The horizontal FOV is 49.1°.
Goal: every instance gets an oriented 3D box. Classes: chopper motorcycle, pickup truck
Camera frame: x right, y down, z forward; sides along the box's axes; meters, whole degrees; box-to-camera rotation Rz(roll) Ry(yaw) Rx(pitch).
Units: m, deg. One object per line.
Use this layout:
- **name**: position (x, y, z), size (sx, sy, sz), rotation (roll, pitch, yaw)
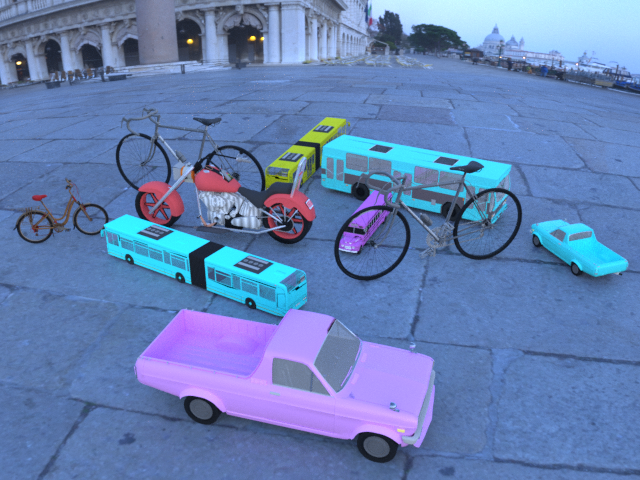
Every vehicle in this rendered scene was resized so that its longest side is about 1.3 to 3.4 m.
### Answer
- **chopper motorcycle**: position (-1.538, -0.733, 10.980), size (3.040, 1.480, 0.906), rotation (8, 28, 15)
- **pickup truck**: position (-0.348, 1.341, 7.413), size (3.117, 0.993, 1.244), rotation (8, 28, 15)
- **pickup truck**: position (3.836, 0.069, 10.466), size (0.640, 0.511, 1.603), rotation (-9, 28, -17)

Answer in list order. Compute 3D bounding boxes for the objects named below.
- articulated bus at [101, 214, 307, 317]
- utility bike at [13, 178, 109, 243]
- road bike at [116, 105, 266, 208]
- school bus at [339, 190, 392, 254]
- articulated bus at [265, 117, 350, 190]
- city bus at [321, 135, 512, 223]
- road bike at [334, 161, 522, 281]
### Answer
- **articulated bus**: position (-1.719, 0.312, 9.930), size (3.401, 0.561, 0.605), rotation (16, 31, 29)
- **utility bike**: position (-4.109, -0.465, 11.042), size (1.435, 0.946, 0.535), rotation (-9, 28, -17)
- **road bike**: position (-2.320, -1.439, 12.184), size (3.004, 1.656, 0.696), rotation (10, 28, 19)
- **school bus**: position (0.743, -0.300, 11.284), size (0.365, 0.434, 1.708), rotation (11, 29, 20)
- **articulated bus**: position (-0.197, -1.732, 13.978), size (0.605, 0.561, 3.401), rotation (9, 28, 17)
- **city bus**: position (1.621, -1.072, 12.301), size (3.255, 0.894, 0.926), rotation (15, 30, 27)
- **road bike**: position (1.610, -0.309, 9.946), size (3.004, 1.656, 0.697), rotation (-9, 28, -17)
